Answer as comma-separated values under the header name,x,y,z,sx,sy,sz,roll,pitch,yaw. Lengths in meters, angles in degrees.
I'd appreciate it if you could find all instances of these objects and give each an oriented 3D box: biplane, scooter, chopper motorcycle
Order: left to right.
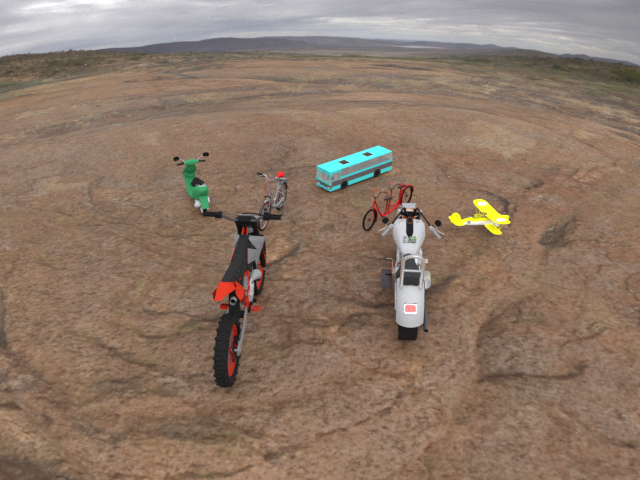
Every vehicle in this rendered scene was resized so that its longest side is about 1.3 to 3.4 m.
name,x,y,z,sx,sy,sz,roll,pitch,yaw
scooter,-2.291,-1.085,12.866,0.662,0.919,1.399,-12,31,-20
chopper motorcycle,1.277,0.164,10.079,0.906,1.480,3.040,3,30,5
biplane,2.755,-0.355,11.993,1.090,0.504,1.336,-4,30,-7

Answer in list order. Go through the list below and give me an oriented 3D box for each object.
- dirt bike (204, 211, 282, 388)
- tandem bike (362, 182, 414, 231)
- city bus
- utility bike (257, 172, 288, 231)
name,x,y,z,sx,sy,sz,roll,pitch,yaw
dirt bike,-1.040,0.527,9.246,1.024,1.666,2.903,3,30,5
tandem bike,1.235,-0.704,12.433,0.283,0.682,1.642,21,36,32
city bus,0.698,-1.411,13.912,1.674,0.460,0.476,-22,36,-34
utility bike,-0.775,-0.791,12.317,0.535,0.946,1.435,9,31,15
